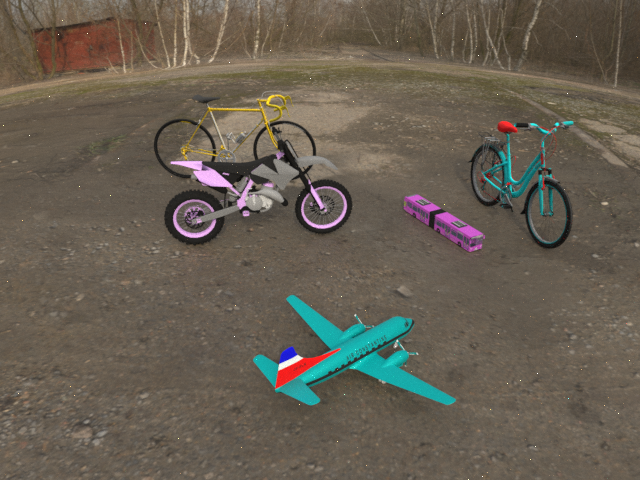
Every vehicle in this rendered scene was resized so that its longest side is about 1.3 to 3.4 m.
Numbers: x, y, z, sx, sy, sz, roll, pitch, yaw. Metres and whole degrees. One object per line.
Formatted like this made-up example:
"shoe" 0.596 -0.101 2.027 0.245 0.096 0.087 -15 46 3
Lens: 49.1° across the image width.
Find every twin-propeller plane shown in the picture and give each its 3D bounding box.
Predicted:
"twin-propeller plane" 0.339 1.190 7.857 2.129 0.792 2.663 -22 35 -35

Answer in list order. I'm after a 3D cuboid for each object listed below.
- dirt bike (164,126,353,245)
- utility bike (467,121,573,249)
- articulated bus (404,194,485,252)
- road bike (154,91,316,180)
"dirt bike" -0.923 -0.765 10.631 2.903 1.666 1.024 -5 28 -9
"utility bike" 3.240 -1.134 11.147 1.039 1.839 2.791 -10 29 -18
"articulated bus" 1.948 -0.297 11.220 0.311 0.289 1.749 -15 31 -26
"road bike" -1.568 -1.871 12.743 3.004 1.656 0.696 2 28 3
